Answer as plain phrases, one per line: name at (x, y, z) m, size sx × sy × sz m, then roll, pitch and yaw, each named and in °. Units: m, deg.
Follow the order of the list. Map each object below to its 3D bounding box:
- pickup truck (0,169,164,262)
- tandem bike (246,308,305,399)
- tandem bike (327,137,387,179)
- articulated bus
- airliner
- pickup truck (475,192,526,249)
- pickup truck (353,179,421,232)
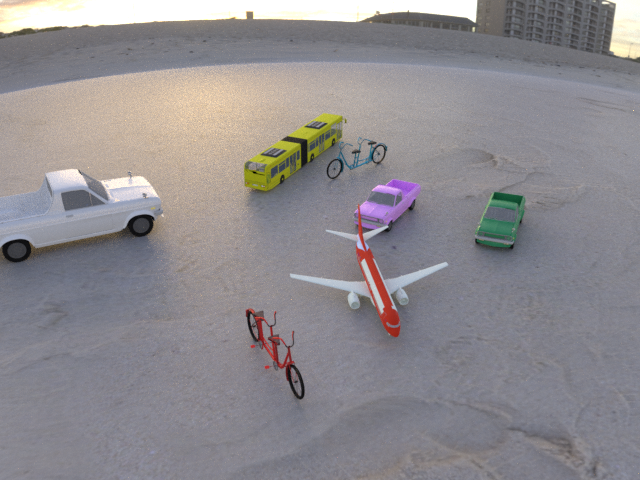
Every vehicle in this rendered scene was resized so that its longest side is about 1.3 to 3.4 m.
pickup truck at (-4.100, -0.502, 11.038) m, size 3.117 × 0.993 × 1.244 m, roll -13°, pitch 30°, yaw -23°
tandem bike at (-0.548, 1.186, 8.149) m, size 0.283 × 0.682 × 1.642 m, roll -13°, pitch 30°, yaw -24°
tandem bike at (0.741, -1.663, 13.591) m, size 1.642 × 0.682 × 0.283 m, roll -22°, pitch 35°, yaw -36°
articulated bus at (-0.432, -1.823, 14.027) m, size 0.605 × 0.561 × 3.401 m, roll 13°, pitch 30°, yaw 23°
airliner at (0.746, 0.383, 9.518) m, size 2.257 × 0.835 × 2.541 m, roll -4°, pitch 28°, yaw -8°
pickup truck at (2.949, -0.394, 11.352) m, size 0.640 × 0.511 × 1.603 m, roll 10°, pitch 29°, yaw 19°
pickup truck at (1.158, -0.661, 11.863) m, size 0.640 × 0.511 × 1.603 m, roll 15°, pitch 31°, yaw 26°
